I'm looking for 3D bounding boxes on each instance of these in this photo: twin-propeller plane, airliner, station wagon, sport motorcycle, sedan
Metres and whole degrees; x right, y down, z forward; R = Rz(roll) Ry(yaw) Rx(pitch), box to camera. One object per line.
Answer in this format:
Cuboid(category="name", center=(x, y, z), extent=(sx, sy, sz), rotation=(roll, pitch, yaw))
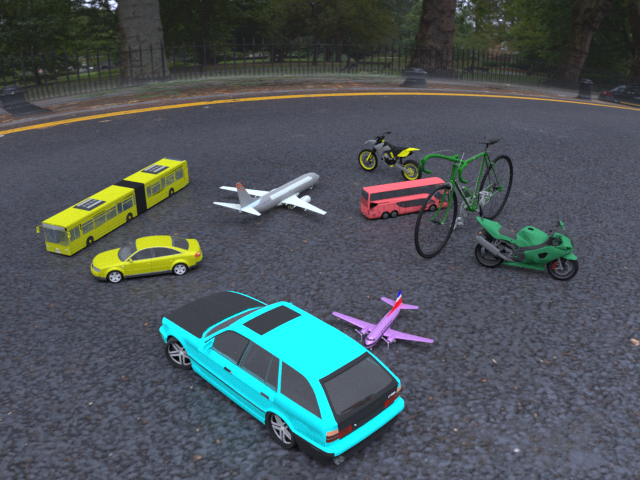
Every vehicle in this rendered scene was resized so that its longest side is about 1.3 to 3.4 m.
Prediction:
Cuboid(category="twin-propeller plane", center=(0.814, 1.018, 8.804), extent=(1.370, 0.407, 1.095), rotation=(13, 29, 26))
Cuboid(category="airliner", center=(-0.708, -0.980, 12.452), extent=(2.257, 0.835, 2.541), rotation=(15, 30, 29))
Cuboid(category="station wagon", center=(-0.560, 1.234, 7.765), extent=(1.327, 0.920, 3.105), rotation=(-23, 34, -39))
Cuboid(category="sport motorcycle", center=(3.001, 0.111, 10.208), extent=(1.520, 0.821, 0.506), rotation=(11, 28, 21))
Cuboid(category="sedan", center=(-2.559, 0.234, 10.341), extent=(1.613, 0.483, 0.635), rotation=(-7, 27, -14))

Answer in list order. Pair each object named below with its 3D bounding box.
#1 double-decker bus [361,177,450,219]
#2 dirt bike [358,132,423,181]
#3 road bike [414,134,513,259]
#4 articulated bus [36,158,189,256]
Cuboid(category="double-decker bus", center=(1.529, -0.741, 12.297), extent=(1.672, 0.541, 0.389), rotation=(-9, 27, -19))
Cuboid(category="dirt bike", center=(1.370, -1.645, 13.807), extent=(1.493, 0.857, 0.527), rotation=(19, 32, 34))
Cuboid(category="road bike", center=(2.375, -0.799, 11.134), extent=(0.696, 1.656, 3.004), rotation=(21, 33, 36))
Cuboid(category="articulated bus", center=(-3.414, -0.667, 12.119), extent=(0.605, 0.561, 3.401), rotation=(11, 28, 21))
